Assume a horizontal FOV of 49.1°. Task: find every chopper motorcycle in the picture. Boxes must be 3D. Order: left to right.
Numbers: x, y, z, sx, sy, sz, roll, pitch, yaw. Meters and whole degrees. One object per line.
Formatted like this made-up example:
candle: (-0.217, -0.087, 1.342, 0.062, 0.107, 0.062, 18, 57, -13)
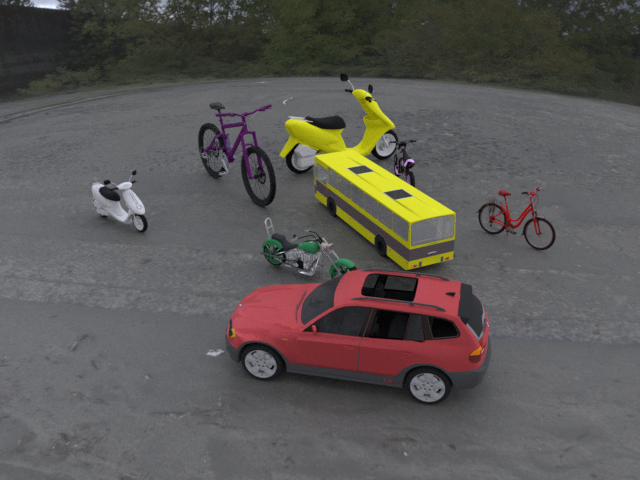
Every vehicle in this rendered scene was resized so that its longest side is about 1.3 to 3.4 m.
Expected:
chopper motorcycle: (-0.172, 0.173, 10.162, 1.563, 0.761, 0.466, 14, 29, 27)

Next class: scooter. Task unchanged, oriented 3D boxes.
scooter: (-3.403, -0.691, 11.777, 1.399, 0.919, 0.662, 18, 31, 33)
scooter: (0.448, -2.341, 14.205, 2.721, 1.786, 1.288, -12, 28, -24)

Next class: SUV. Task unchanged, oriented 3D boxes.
SUV: (0.431, 0.962, 8.101, 3.058, 1.128, 1.276, 6, 26, 12)

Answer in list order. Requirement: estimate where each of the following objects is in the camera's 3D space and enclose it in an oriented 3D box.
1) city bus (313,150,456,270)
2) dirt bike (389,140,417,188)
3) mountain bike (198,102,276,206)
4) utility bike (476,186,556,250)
city bus: (0.941, -0.549, 11.508, 0.926, 0.894, 3.255, -12, 28, -23)
dirt bike: (1.607, -1.445, 13.414, 0.527, 0.857, 1.493, -3, 26, -6)
mountain bike: (-1.617, -1.718, 13.024, 1.114, 1.688, 2.857, -17, 30, -31)
utility bike: (3.161, -0.435, 11.214, 1.435, 0.946, 0.535, 23, 34, 39)
